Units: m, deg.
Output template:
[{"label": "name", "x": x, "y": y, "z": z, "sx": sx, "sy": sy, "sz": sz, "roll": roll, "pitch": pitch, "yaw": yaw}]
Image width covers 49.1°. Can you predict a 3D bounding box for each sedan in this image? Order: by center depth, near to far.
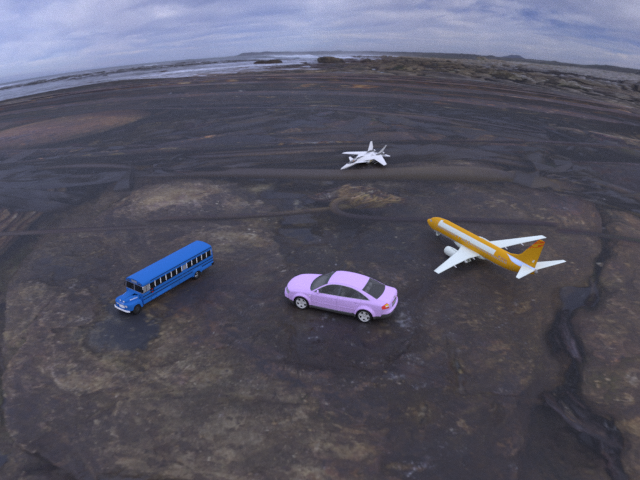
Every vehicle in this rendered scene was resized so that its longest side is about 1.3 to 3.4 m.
[{"label": "sedan", "x": 0.282, "y": 0.714, "z": 9.775, "sx": 1.613, "sy": 0.483, "sz": 0.635, "roll": 10, "pitch": 28, "yaw": 19}]

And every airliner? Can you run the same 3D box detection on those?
[{"label": "airliner", "x": 2.515, "y": -0.067, "z": 10.939, "sx": 2.257, "sy": 0.835, "sz": 2.541, "roll": -15, "pitch": 30, "yaw": -28}]

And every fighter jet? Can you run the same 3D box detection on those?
[{"label": "fighter jet", "x": 0.874, "y": -1.777, "z": 14.960, "sx": 1.147, "sy": 0.286, "sz": 1.358, "roll": 21, "pitch": 34, "yaw": 36}]

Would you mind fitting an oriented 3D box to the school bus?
[{"label": "school bus", "x": -2.258, "y": 0.528, "z": 10.201, "sx": 0.365, "sy": 0.434, "sz": 1.708, "roll": 17, "pitch": 31, "yaw": 30}]
